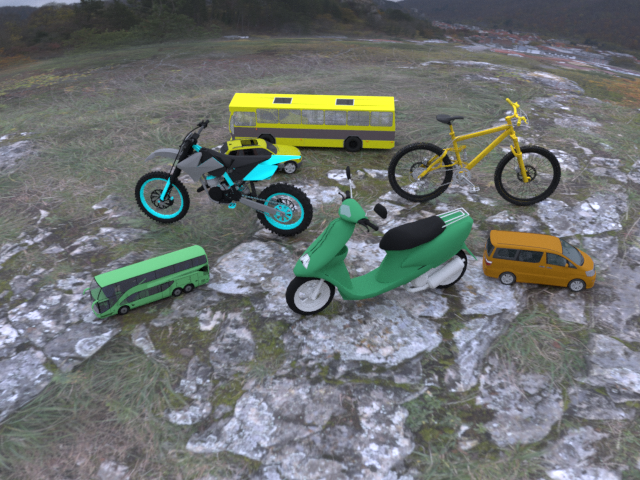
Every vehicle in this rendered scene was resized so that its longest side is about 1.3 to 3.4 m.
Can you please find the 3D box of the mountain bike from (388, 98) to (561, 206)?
[{"bbox_3d":[2.566,-1.351,11.543,2.857,1.688,1.114,2,31,4],"label":"mountain bike"}]

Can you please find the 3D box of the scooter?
[{"bbox_3d":[0.848,0.045,9.118,2.721,1.786,1.288,-10,32,-16],"label":"scooter"}]

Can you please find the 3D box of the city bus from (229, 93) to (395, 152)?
[{"bbox_3d":[-0.138,-2.342,13.968,3.255,0.894,0.926,2,31,3],"label":"city bus"}]

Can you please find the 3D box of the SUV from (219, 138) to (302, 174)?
[{"bbox_3d":[-1.113,-1.565,12.978,1.572,0.580,0.656,-6,31,-10],"label":"SUV"}]

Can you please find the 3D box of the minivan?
[{"bbox_3d":[3.104,0.270,9.881,1.548,0.616,0.681,5,31,9],"label":"minivan"}]

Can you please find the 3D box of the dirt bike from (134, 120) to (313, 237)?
[{"bbox_3d":[-1.535,-0.880,10.778,2.903,1.666,1.024,6,31,9],"label":"dirt bike"}]

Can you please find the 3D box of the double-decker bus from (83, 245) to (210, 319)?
[{"bbox_3d":[-2.313,0.566,9.461,1.672,0.541,0.389,-18,36,-28],"label":"double-decker bus"}]
